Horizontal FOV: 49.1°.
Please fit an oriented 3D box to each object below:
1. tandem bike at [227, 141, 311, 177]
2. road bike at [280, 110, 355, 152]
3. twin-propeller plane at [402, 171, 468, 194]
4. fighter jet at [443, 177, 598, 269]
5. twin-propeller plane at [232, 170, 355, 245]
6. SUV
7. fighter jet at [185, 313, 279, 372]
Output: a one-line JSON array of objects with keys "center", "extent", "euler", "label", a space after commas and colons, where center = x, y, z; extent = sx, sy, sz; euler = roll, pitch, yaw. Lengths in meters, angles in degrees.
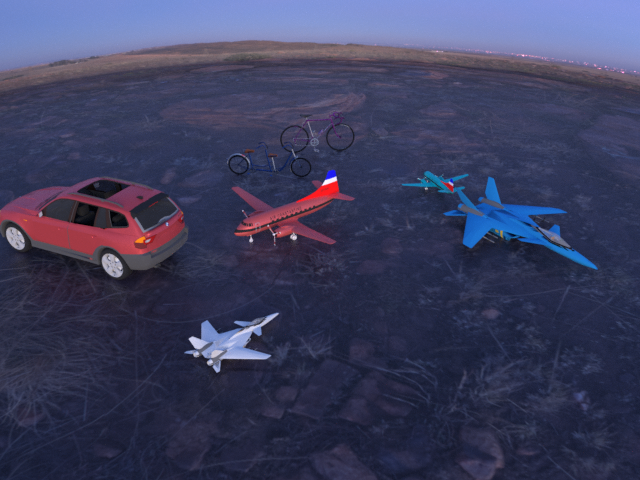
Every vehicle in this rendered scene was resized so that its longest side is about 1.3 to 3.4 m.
[{"center": [-0.979, -1.535, 13.290], "extent": [1.642, 0.682, 0.283], "euler": [3, 28, 6], "label": "tandem bike"}, {"center": [-0.050, -2.212, 14.382], "extent": [1.545, 0.852, 0.358], "euler": [-3, 28, -6], "label": "road bike"}, {"center": [2.155, -1.092, 12.747], "extent": [1.370, 0.407, 1.095], "euler": [-10, 30, -18], "label": "twin-propeller plane"}, {"center": [3.272, -0.243, 10.989], "extent": [2.229, 0.557, 2.640], "euler": [-17, 33, -29], "label": "fighter jet"}, {"center": [-0.497, -0.542, 11.302], "extent": [2.129, 0.792, 2.663], "euler": [-21, 35, -34], "label": "twin-propeller plane"}, {"center": [-3.479, -0.353, 10.588], "extent": [3.058, 1.128, 1.276], "euler": [13, 31, 23], "label": "SUV"}, {"center": [-0.981, 1.125, 8.703], "extent": [1.147, 0.286, 1.358], "euler": [22, 35, 35], "label": "fighter jet"}]
